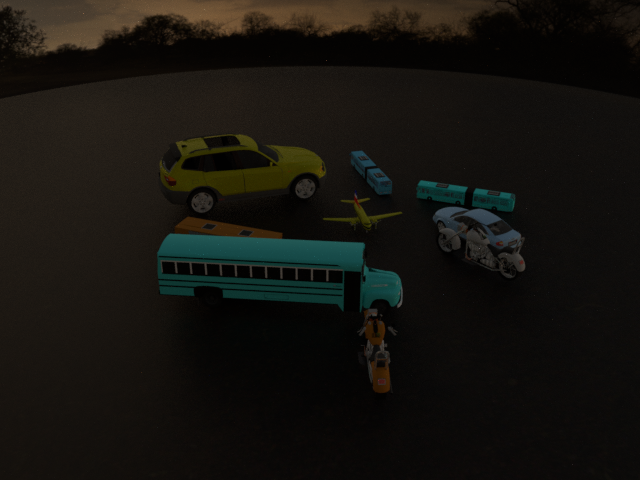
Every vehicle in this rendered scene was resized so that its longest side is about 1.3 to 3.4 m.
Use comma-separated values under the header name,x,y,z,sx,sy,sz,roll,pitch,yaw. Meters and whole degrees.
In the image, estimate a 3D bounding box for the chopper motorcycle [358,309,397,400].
name,x,y,z,sx,sy,sz,roll,pitch,yaw
chopper motorcycle,0.654,1.200,8.264,0.466,0.761,1.563,-1,27,-1

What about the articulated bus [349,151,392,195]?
name,x,y,z,sx,sy,sz,roll,pitch,yaw
articulated bus,0.980,-1.328,13.667,0.311,0.289,1.749,-7,28,-14

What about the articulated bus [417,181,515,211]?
name,x,y,z,sx,sy,sz,roll,pitch,yaw
articulated bus,2.608,-0.795,12.636,1.749,0.289,0.311,10,29,19

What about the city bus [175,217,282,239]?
name,x,y,z,sx,sy,sz,roll,pitch,yaw
city bus,-1.409,0.049,10.818,1.674,0.460,0.476,10,29,18

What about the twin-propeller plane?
name,x,y,z,sx,sy,sz,roll,pitch,yaw
twin-propeller plane,0.706,-0.479,11.895,1.370,0.407,1.095,-5,28,-9

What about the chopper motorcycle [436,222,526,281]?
name,x,y,z,sx,sy,sz,roll,pitch,yaw
chopper motorcycle,2.384,0.063,10.463,0.466,0.761,1.563,-22,34,-36

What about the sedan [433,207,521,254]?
name,x,y,z,sx,sy,sz,roll,pitch,yaw
sedan,2.517,-0.239,11.350,0.635,0.483,1.613,-18,32,-31

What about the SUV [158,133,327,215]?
name,x,y,z,sx,sy,sz,roll,pitch,yaw
SUV,-1.398,-1.324,12.744,3.058,1.128,1.276,-9,29,-17

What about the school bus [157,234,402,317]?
name,x,y,z,sx,sy,sz,roll,pitch,yaw
school bus,-0.524,0.454,9.617,3.322,0.844,0.709,3,27,5
